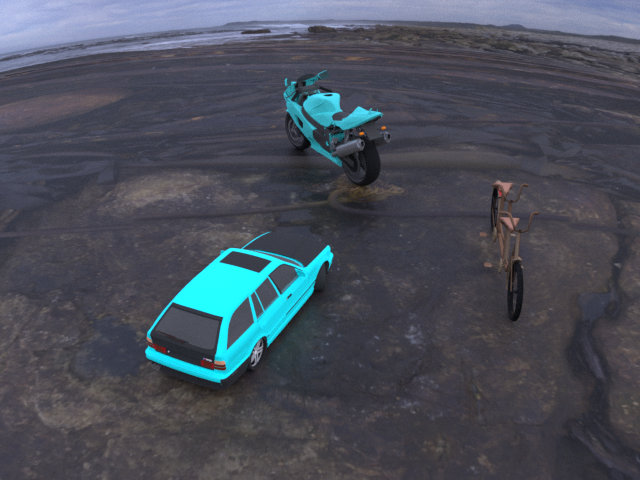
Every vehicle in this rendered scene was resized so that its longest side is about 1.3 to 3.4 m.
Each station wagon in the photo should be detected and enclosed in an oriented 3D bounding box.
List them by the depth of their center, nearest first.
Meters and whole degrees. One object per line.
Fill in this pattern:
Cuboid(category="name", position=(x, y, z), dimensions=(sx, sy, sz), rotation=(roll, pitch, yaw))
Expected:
Cuboid(category="station wagon", position=(-0.898, 0.622, 9.015), dimensions=(1.327, 0.920, 3.105), rotation=(13, 33, 22))

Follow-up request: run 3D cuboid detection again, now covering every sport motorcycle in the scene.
Cuboid(category="sport motorcycle", position=(0.182, -2.112, 13.045), dimensions=(0.983, 1.596, 2.955), rotation=(-19, 35, -29))

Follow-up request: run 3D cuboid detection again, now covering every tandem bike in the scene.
Cuboid(category="tandem bike", position=(2.668, -0.165, 9.966), dimensions=(0.550, 1.326, 3.192), rotation=(3, 30, 6))
